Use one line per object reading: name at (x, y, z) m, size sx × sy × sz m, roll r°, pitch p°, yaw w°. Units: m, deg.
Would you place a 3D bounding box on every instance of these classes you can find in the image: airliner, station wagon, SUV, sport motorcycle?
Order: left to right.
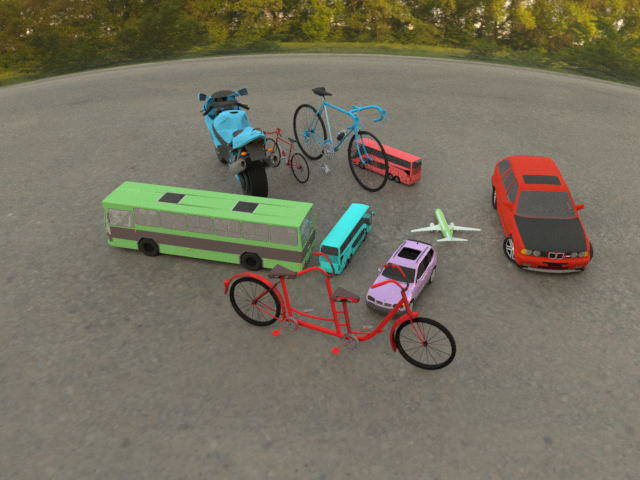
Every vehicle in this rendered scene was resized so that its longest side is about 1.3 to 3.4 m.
sport motorcycle at (-1.563, -1.811, 13.144) m, size 0.983 × 1.596 × 2.955 m, roll -12°, pitch 32°, yaw -19°
SUV at (1.207, 0.516, 10.118) m, size 0.656 × 0.580 × 1.572 m, roll 14°, pitch 33°, yaw 23°
airliner at (2.086, -0.314, 11.711) m, size 1.161 × 0.429 × 1.307 m, roll -1°, pitch 30°, yaw -2°
station wagon at (3.629, -0.565, 11.655) m, size 1.327 × 0.920 × 3.105 m, roll 2°, pitch 30°, yaw 4°

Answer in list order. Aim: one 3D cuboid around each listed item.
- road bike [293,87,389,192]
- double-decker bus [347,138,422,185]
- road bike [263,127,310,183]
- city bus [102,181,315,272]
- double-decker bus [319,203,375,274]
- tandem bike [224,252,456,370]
road bike at (0.335, -2.035, 13.473) m, size 0.696 × 1.656 × 3.004 m, roll -20°, pitch 36°, yaw -31°
double-decker bus at (1.257, -1.566, 13.776) m, size 0.389 × 0.541 × 1.672 m, roll -26°, pitch 39°, yaw -37°
road bike at (-0.670, -1.674, 13.652) m, size 0.358 × 0.852 × 1.545 m, roll -21°, pitch 36°, yaw -32°
city bus at (-1.740, -0.197, 11.043) m, size 3.255 × 0.894 × 0.926 m, roll 7°, pitch 31°, yaw 13°
double-decker bus at (0.440, -0.064, 11.164) m, size 0.389 × 0.541 × 1.672 m, roll 11°, pitch 32°, yaw 18°
tandem bike at (0.177, 0.807, 8.864) m, size 3.192 × 1.326 × 0.550 m, roll 12°, pitch 32°, yaw 20°
